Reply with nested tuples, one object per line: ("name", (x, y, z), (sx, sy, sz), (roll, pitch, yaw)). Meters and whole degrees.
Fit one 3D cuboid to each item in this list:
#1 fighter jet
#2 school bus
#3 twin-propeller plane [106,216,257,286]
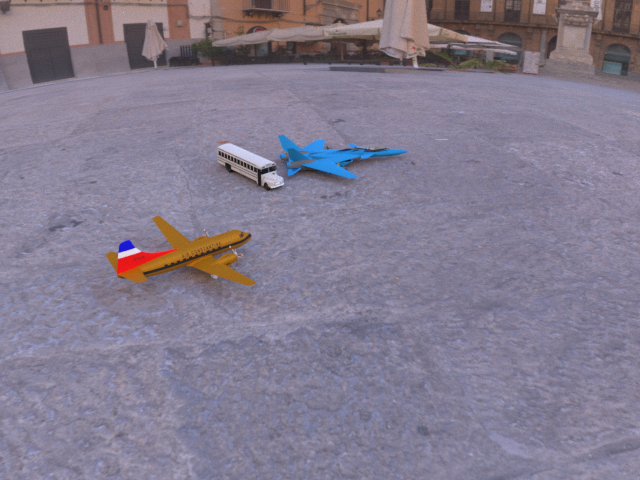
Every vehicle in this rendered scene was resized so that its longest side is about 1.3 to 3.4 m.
("fighter jet", (0.519, -1.769, 13.702), (2.640, 0.557, 2.229), (-7, 28, -14))
("school bus", (-1.301, -1.375, 13.064), (0.365, 0.434, 1.708), (-21, 34, -36))
("twin-propeller plane", (-1.841, 0.110, 9.752), (2.129, 0.792, 2.663), (-20, 33, -34))
